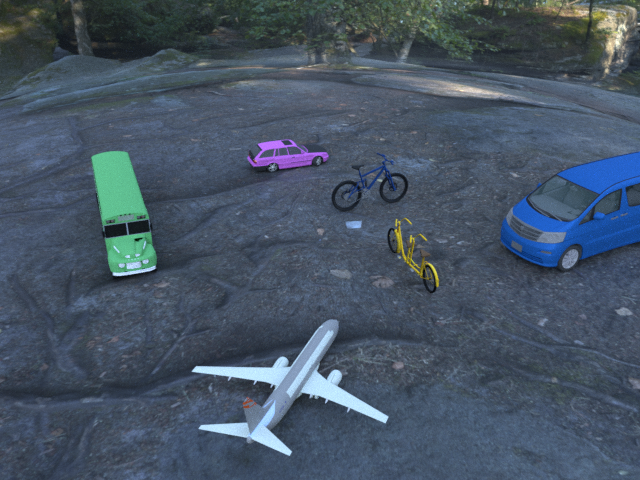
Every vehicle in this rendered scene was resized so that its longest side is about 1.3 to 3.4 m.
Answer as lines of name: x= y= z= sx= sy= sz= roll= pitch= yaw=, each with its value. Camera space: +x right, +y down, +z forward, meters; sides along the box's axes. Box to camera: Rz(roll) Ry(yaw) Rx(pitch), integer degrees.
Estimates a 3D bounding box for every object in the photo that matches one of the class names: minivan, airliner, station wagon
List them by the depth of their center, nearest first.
airliner: x=-0.260 y=1.353 z=7.648 sx=2.257 sy=0.835 sz=2.541 roll=10 pitch=29 yaw=19
minivan: x=4.241 y=-0.505 z=10.827 sx=3.011 sy=1.197 sz=1.324 roll=-14 pitch=30 yaw=-24
station wagon: x=-0.624 y=-1.728 z=13.963 sx=1.597 sy=0.473 sz=0.682 roll=-10 pitch=29 yaw=-18

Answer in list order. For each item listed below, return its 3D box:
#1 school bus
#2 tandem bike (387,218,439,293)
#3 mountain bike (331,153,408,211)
school bus: x=-3.165 y=-0.480 z=11.161 sx=0.709 sy=0.844 sz=3.322 roll=-9 pitch=29 yaw=-17
tandem bike: x=1.323 y=0.159 z=10.108 sx=0.283 sy=0.682 sz=1.642 roll=-9 pitch=29 yaw=-17
mountain bike: x=0.880 y=-0.972 z=12.082 sx=1.469 sy=0.868 sz=0.573 roll=-11 pitch=29 yaw=-20
